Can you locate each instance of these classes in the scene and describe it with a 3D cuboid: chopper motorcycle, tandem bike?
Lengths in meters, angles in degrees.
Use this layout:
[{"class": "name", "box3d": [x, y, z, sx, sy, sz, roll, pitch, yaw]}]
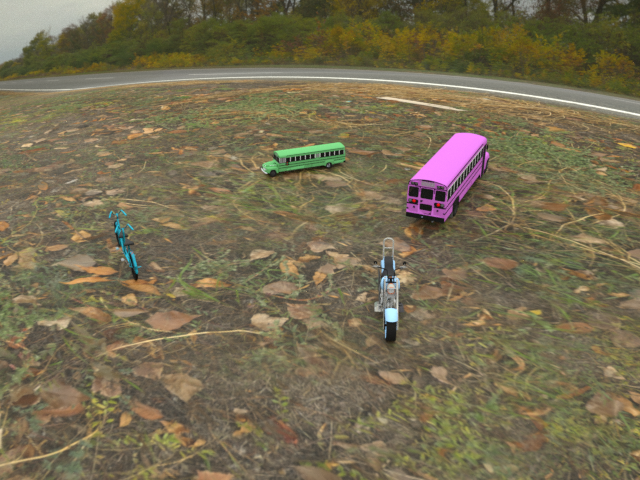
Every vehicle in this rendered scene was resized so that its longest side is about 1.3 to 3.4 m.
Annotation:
[{"class": "chopper motorcycle", "box3d": [0.893, 0.616, 9.016, 0.466, 0.761, 1.563, 1, 26, 3]}, {"class": "tandem bike", "box3d": [-2.884, 0.021, 10.321, 0.283, 0.682, 1.642, -11, 28, -22]}]

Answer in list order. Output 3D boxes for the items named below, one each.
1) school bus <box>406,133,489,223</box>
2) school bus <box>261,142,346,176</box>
[{"class": "school bus", "box3d": [2.413, -1.223, 12.674, 0.709, 0.844, 3.322, 12, 28, 22]}, {"class": "school bus", "box3d": [-0.330, -1.610, 13.929, 1.708, 0.434, 0.365, -11, 28, -21]}]
